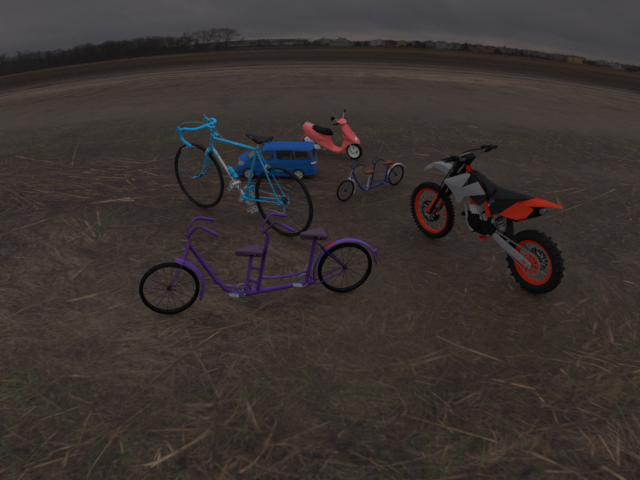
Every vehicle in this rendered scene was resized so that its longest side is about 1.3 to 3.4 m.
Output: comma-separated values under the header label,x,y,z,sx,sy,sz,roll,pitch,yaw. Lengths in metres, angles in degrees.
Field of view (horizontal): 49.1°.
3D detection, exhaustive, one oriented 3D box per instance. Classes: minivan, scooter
label,x,y,z,sx,sy,sz,roll,pitch,yaw
minivan,-0.828,-1.547,13.393,1.548,0.616,0.681,1,28,3
scooter,0.227,-2.165,14.251,1.399,0.919,0.662,13,30,24

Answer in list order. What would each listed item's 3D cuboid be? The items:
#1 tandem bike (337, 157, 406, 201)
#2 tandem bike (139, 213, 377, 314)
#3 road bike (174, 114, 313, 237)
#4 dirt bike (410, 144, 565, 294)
label,x,y,z,sx,sy,sz,roll,pitch,yaw
tandem bike,0.944,-1.166,12.591,1.642,0.682,0.283,-19,33,-33
tandem bike,-0.764,0.260,9.159,3.192,1.326,0.550,-6,28,-12
road bike,-1.321,-1.062,11.339,3.004,1.656,0.697,19,33,31
dirt bike,2.326,-0.411,10.078,1.024,1.666,2.903,-18,33,-31
